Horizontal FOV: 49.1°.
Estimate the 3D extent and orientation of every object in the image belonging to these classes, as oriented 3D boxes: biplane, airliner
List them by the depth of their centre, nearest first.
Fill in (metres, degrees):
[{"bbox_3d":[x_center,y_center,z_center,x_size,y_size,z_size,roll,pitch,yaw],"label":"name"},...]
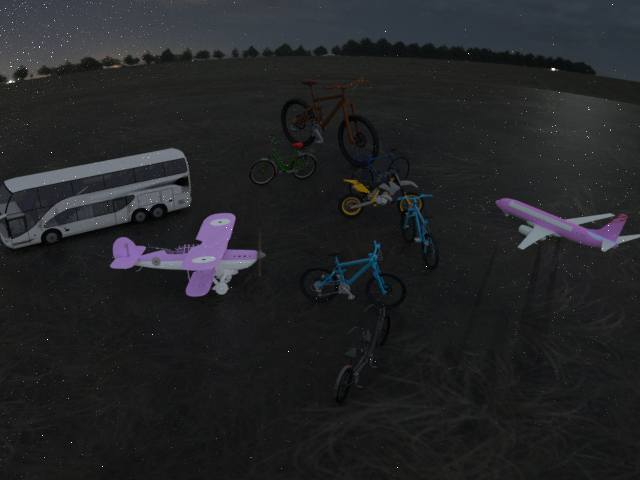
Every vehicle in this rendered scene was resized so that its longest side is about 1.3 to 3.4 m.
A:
[{"bbox_3d":[-1.818,0.234,9.816,2.120,0.981,2.598,0,26,-1],"label":"biplane"},{"bbox_3d":[3.813,-0.422,11.316,2.257,0.835,2.541,-16,31,-30],"label":"airliner"}]

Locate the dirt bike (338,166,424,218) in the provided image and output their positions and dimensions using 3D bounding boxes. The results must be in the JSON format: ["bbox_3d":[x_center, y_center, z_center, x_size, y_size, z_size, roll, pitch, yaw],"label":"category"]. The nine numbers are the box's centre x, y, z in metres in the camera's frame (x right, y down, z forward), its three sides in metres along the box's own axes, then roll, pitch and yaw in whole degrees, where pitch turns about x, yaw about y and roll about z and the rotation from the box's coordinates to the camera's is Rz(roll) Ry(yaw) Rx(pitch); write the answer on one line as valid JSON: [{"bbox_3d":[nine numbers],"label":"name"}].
[{"bbox_3d":[1.057,-0.778,12.016,1.493,0.857,0.527,-1,26,-1],"label":"dirt bike"}]

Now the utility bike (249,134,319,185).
[{"bbox_3d":[-0.665,-1.531,13.448,1.435,0.946,0.535,-10,28,-20],"label":"utility bike"}]

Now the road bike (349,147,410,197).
[{"bbox_3d":[1.131,-1.293,13.070,1.545,0.852,0.358,-20,32,-34],"label":"road bike"}]

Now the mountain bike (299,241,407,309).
[{"bbox_3d":[0.440,0.503,9.395,1.469,0.868,0.573,5,27,9],"label":"mountain bike"}]

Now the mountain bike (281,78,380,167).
[{"bbox_3d":[0.149,-2.561,14.702,1.114,1.688,2.857,-24,35,-39],"label":"mountain bike"}]

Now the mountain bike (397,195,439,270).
[{"bbox_3d":[1.529,-0.167,10.760,0.573,0.868,1.469,-6,27,-13],"label":"mountain bike"}]

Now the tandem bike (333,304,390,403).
[{"bbox_3d":[0.513,1.241,8.105,0.283,0.682,1.642,12,29,23],"label":"tandem bike"}]

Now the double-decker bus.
[{"bbox_3d":[-3.752,-0.711,11.657,3.251,1.052,0.756,-16,31,-30],"label":"double-decker bus"}]
